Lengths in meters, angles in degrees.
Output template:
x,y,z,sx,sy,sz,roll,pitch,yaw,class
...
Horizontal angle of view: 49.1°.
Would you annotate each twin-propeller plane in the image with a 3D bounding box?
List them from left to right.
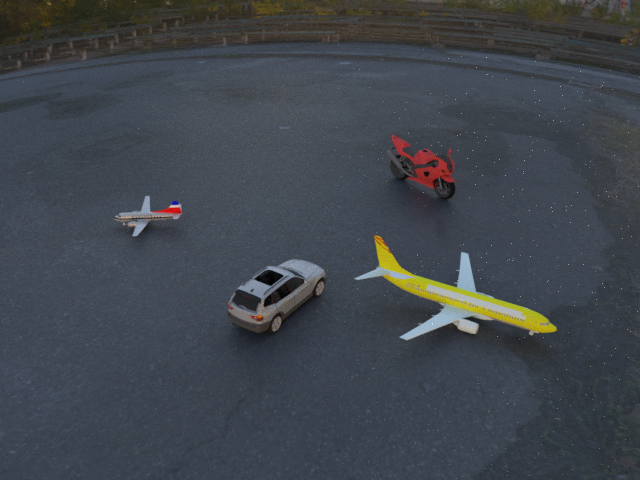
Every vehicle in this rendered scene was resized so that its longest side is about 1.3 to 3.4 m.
x,y,z,sx,sy,sz,roll,pitch,yaw,class
-2.760,-0.428,11.188,1.095,0.407,1.370,-2,30,-3,twin-propeller plane

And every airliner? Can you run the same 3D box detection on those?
x,y,z,sx,sy,sz,roll,pitch,yaw,class
1.791,0.592,8.998,2.541,0.835,2.257,15,33,25,airliner

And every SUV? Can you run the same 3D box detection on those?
x,y,z,sx,sy,sz,roll,pitch,yaw,class
-0.541,0.637,9.174,0.656,0.580,1.572,19,35,29,SUV

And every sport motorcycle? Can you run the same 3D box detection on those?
x,y,z,sx,sy,sz,roll,pitch,yaw,class
1.790,-1.284,12.254,0.506,0.821,1.520,-23,37,-34,sport motorcycle
